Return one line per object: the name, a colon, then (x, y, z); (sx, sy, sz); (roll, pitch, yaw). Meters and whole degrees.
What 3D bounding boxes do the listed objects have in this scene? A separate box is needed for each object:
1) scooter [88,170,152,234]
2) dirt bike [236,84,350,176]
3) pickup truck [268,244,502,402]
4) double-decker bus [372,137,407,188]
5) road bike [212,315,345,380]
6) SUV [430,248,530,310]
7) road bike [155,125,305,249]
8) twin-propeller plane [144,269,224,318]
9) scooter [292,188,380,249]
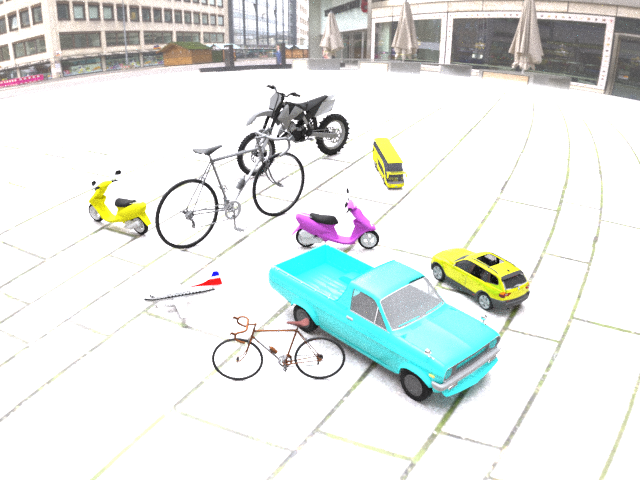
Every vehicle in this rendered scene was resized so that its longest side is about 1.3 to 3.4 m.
scooter: (-3.404, -0.622, 11.724); (1.399, 0.919, 0.662); (14, 30, 26)
dirt bike: (-0.485, -2.313, 14.264); (2.903, 1.666, 1.024); (-21, 33, -35)
pickup truck: (0.710, 0.818, 8.770); (1.244, 0.993, 3.117); (-22, 34, -37)
double-decker bus: (1.363, -1.542, 13.982); (0.389, 0.541, 1.672); (-3, 27, -6)
road bike: (-0.477, 1.261, 8.043); (1.545, 0.852, 0.358); (-1, 27, -1)
SUV: (2.258, 0.450, 9.963); (0.656, 0.580, 1.572); (-16, 31, -28)
road bike: (-1.393, -0.904, 11.464); (3.004, 1.656, 0.697); (-22, 34, -37)
twin-propeller plane: (-1.891, 0.681, 9.697); (1.095, 0.407, 1.370); (-8, 28, -16)
scooter: (0.251, -0.289, 11.061); (1.399, 0.919, 0.662); (2, 27, 4)
